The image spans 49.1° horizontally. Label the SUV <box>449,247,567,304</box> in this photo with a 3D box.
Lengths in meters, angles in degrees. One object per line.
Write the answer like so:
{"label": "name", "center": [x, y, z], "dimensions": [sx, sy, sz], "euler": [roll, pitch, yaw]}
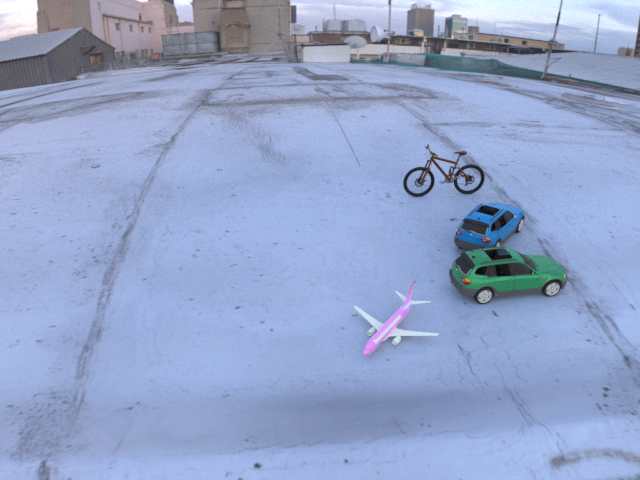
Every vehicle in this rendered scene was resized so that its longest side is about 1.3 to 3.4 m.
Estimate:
{"label": "SUV", "center": [2.548, 0.418, 9.450], "dimensions": [1.572, 0.580, 0.656], "euler": [-5, 28, -10]}

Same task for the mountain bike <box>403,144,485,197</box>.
{"label": "mountain bike", "center": [2.185, -1.183, 12.254], "dimensions": [1.469, 0.868, 0.573], "euler": [-3, 27, -7]}

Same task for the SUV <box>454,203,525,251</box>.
{"label": "SUV", "center": [2.637, -0.271, 10.792], "dimensions": [0.656, 0.580, 1.572], "euler": [18, 32, 31]}

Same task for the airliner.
{"label": "airliner", "center": [0.856, 0.967, 8.543], "dimensions": [1.161, 0.429, 1.307], "euler": [16, 31, 28]}
